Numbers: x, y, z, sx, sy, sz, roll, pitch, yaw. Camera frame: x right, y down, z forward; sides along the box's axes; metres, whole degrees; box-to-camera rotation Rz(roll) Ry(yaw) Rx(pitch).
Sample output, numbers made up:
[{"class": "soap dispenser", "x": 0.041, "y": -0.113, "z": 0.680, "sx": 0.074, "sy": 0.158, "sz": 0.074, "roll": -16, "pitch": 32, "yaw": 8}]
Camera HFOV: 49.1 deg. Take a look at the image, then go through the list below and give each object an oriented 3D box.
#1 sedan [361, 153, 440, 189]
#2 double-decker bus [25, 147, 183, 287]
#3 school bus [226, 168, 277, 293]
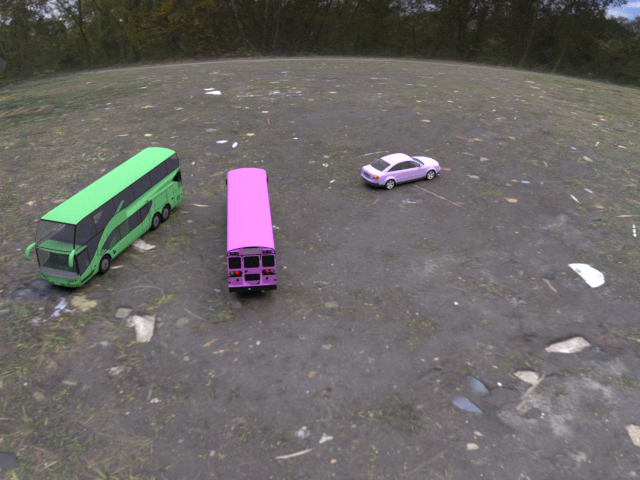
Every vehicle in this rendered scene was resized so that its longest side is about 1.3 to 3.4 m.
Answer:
[{"class": "sedan", "x": 1.548, "y": -1.366, "z": 13.226, "sx": 1.613, "sy": 0.483, "sz": 0.635, "roll": -14, "pitch": 31, "yaw": -25}, {"class": "double-decker bus", "x": -3.183, "y": -0.414, "z": 10.859, "sx": 0.756, "sy": 1.052, "sz": 3.251, "roll": 9, "pitch": 30, "yaw": 16}, {"class": "school bus", "x": -1.100, "y": -0.308, "z": 10.880, "sx": 0.709, "sy": 0.844, "sz": 3.322, "roll": -3, "pitch": 28, "yaw": -6}]
